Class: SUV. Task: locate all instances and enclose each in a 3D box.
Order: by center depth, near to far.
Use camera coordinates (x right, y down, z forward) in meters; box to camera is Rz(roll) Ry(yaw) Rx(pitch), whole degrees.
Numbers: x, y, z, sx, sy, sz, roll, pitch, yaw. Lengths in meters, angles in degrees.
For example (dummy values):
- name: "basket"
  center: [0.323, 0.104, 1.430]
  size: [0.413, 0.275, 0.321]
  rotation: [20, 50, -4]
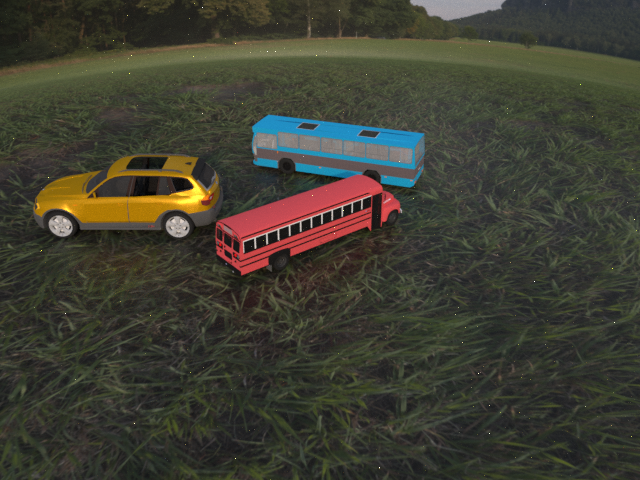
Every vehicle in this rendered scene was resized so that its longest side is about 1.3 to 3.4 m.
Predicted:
- name: "SUV"
  center: [-3.148, -0.780, 11.559]
  size: [3.058, 1.128, 1.276]
  rotation: [0, 28, 1]

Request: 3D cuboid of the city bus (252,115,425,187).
- name: "city bus"
  center: [0.331, -1.701, 13.506]
  size: [3.255, 0.894, 0.926]
  rotation: [10, 30, 18]

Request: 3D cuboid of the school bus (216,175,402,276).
- name: "school bus"
  center: [-0.053, -0.320, 11.007]
  size: [3.322, 0.844, 0.709]
  rotation: [-21, 35, -34]
